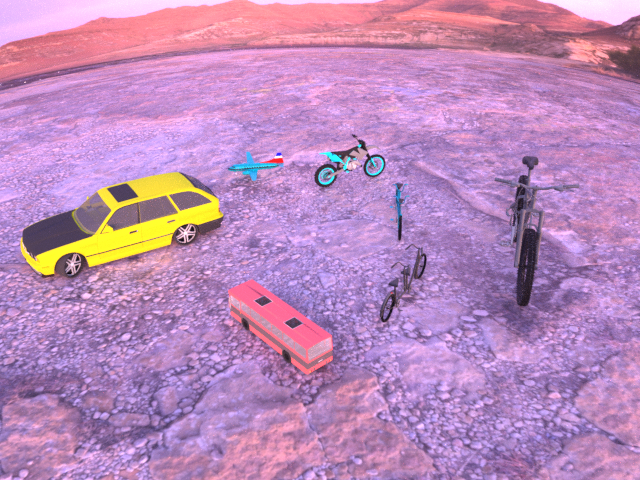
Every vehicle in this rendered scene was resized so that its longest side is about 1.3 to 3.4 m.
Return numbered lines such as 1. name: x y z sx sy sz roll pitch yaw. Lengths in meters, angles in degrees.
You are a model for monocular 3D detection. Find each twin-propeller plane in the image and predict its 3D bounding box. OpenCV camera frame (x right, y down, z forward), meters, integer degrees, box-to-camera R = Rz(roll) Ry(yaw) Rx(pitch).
1. twin-propeller plane: -1.244 -1.477 13.574 1.095 0.407 1.370 -5 31 -9

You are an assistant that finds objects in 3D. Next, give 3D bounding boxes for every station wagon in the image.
1. station wagon: -3.147 -0.339 11.131 3.105 0.920 1.327 -17 35 -27

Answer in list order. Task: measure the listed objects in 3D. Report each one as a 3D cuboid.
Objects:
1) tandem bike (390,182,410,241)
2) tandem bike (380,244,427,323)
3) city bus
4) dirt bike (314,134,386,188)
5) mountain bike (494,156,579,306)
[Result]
1. tandem bike: 1.342 -0.621 11.847 0.283 0.682 1.642 2 30 3
2. tandem bike: 1.197 0.545 9.861 0.283 0.682 1.642 16 34 25
3. city bus: -0.543 1.116 9.109 0.476 0.460 1.674 -24 38 -34
4. dirt bike: 0.575 -1.478 13.133 1.493 0.857 0.527 -13 33 -21
5. mountain bike: 3.038 -0.319 10.340 1.114 1.688 2.857 6 31 10
